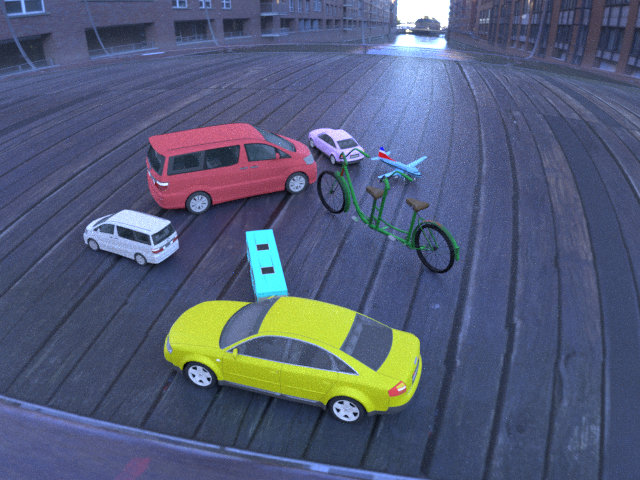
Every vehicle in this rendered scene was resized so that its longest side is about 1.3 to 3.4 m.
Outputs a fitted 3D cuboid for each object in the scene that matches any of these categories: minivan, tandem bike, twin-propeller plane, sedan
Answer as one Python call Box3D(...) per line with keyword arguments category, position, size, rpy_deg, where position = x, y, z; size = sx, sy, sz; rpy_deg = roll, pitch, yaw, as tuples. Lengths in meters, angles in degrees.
Box3D(category="minivan", position=(-2.967, -0.105, 10.860), size=(1.548, 0.616, 0.681), rpy_deg=(15, 34, 23))
Box3D(category="tandem bike", position=(0.962, -0.558, 10.925), size=(0.550, 1.326, 3.192), rpy_deg=(-23, 38, -33))
Box3D(category="twin-propeller plane", position=(1.510, -1.448, 13.312), size=(1.370, 0.407, 1.095), rpy_deg=(-26, 39, -36))
Box3D(category="sedan", position=(0.307, -1.968, 14.109), size=(0.635, 0.483, 1.613), rpy_deg=(-15, 34, -23))
Box3D(category="sedan", position=(-0.365, 1.236, 8.296), size=(3.137, 0.940, 1.235), rpy_deg=(9, 32, 15))
Box3D(category="minivan", position=(-1.528, -1.392, 12.448), size=(3.011, 1.197, 1.324), rpy_deg=(-13, 33, -21))

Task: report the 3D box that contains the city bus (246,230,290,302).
Box3D(category="city bus", position=(-0.778, 0.464, 10.058), size=(0.476, 0.460, 1.674), rpy_deg=(-5, 31, -9))
